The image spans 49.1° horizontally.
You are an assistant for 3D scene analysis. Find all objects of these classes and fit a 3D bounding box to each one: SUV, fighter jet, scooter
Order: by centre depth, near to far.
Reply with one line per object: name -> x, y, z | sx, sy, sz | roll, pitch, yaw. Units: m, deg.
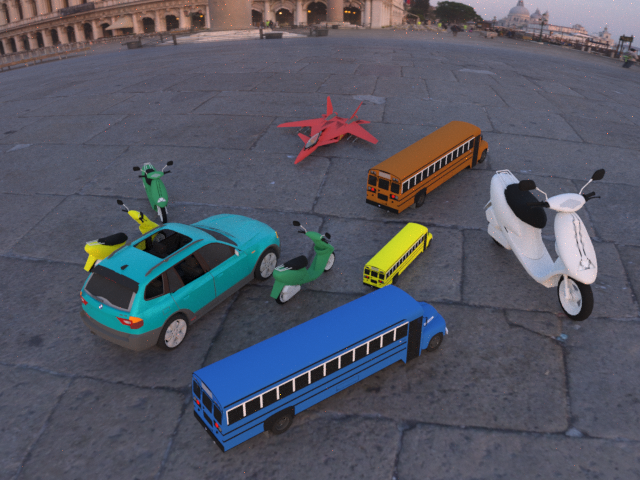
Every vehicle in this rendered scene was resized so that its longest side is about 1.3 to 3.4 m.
SUV -> -1.796, 0.339, 9.499 | 1.276, 1.128, 3.058 | 20, 36, 29
scooter -> -0.211, 0.281, 9.797 | 0.662, 0.919, 1.399 | 21, 37, 31
scooter -> 3.084, -0.243, 9.825 | 1.288, 1.786, 2.721 | -9, 32, -14
scooter -> -2.875, -0.040, 10.328 | 0.662, 0.919, 1.399 | 26, 40, 36
scooter -> -2.789, -0.930, 11.798 | 0.662, 0.919, 1.399 | -12, 33, -19
fighter jet -> 0.050, -2.221, 14.280 | 2.229, 0.557, 2.640 | 13, 33, 20

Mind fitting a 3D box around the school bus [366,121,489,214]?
school bus -> 2.063, -1.413, 12.667 | 0.709, 0.844, 3.322 | 23, 38, 32

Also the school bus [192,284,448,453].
school bus -> 0.149, 1.331, 8.135 | 3.322, 0.844, 0.709 | -21, 37, -30

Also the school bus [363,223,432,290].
school bus -> 1.201, 0.190, 10.414 | 0.365, 0.434, 1.708 | 18, 36, 27
